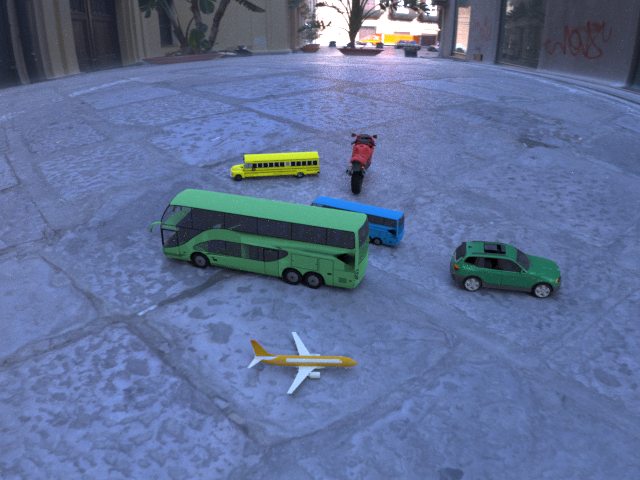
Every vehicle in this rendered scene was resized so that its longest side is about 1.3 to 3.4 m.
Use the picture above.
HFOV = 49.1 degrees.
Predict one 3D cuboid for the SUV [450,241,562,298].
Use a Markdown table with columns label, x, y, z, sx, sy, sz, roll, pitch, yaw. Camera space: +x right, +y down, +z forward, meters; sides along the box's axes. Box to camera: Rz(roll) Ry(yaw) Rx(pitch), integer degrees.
| label | x | y | z | sx | sy | sz | roll | pitch | yaw |
| --- | --- | --- | --- | --- | --- | --- | --- | --- | --- |
| SUV | 2.664 | 0.382 | 10.052 | 1.572 | 0.580 | 0.656 | 5 | 29 | 9 |

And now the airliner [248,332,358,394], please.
| label | x | y | z | sx | sy | sz | roll | pitch | yaw |
| --- | --- | --- | --- | --- | --- | --- | --- | --- | --- |
| airliner | -0.196 | 1.378 | 8.407 | 1.307 | 0.429 | 1.161 | 0 | 29 | 1 |

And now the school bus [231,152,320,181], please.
| label | x | y | z | sx | sy | sz | roll | pitch | yaw |
| --- | --- | --- | --- | --- | --- | --- | --- | --- | --- |
| school bus | -0.870 | -1.429 | 13.475 | 1.708 | 0.434 | 0.365 | -3 | 29 | -6 |

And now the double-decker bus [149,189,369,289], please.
| label | x | y | z | sx | sy | sz | roll | pitch | yaw |
| --- | --- | --- | --- | --- | --- | --- | --- | --- | --- |
| double-decker bus | -0.894 | -0.047 | 10.339 | 3.251 | 1.052 | 0.756 | 9 | 30 | 16 |

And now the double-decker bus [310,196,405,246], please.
| label | x | y | z | sx | sy | sz | roll | pitch | yaw |
| --- | --- | --- | --- | --- | --- | --- | --- | --- | --- |
| double-decker bus | 0.540 | -0.319 | 11.359 | 1.672 | 0.541 | 0.389 | 13 | 31 | 22 |

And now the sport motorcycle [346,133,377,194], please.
| label | x | y | z | sx | sy | sz | roll | pitch | yaw |
| --- | --- | --- | --- | --- | --- | --- | --- | --- | --- |
| sport motorcycle | 0.768 | -1.469 | 13.147 | 0.506 | 0.821 | 1.520 | 5 | 29 | 9 |
